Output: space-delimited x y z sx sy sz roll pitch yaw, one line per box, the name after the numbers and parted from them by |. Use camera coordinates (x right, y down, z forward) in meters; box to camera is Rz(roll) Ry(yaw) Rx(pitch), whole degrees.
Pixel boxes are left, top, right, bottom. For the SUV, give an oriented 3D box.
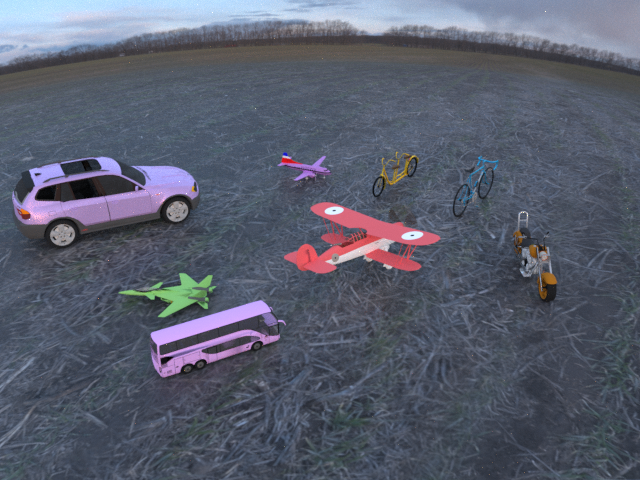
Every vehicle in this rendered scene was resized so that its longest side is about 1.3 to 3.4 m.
-3.578 -0.803 11.806 3.058 1.128 1.276 -14 31 -24 | SUV

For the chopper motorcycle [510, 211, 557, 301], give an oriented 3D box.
3.156 0.223 10.278 0.466 0.761 1.563 -2 28 -3 | chopper motorcycle

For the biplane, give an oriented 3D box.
0.492 0.071 10.330 2.120 0.981 2.598 -20 34 -33 | biplane

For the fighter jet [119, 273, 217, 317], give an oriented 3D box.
-2.196 0.700 9.889 1.358 0.286 1.147 2 28 4 | fighter jet

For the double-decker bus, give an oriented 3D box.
-1.254 1.200 8.685 1.672 0.541 0.389 -15 32 -26 | double-decker bus

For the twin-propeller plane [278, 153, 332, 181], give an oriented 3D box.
-0.273 -1.466 13.808 1.095 0.407 1.370 12 30 21 | twin-propeller plane

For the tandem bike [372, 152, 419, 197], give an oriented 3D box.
1.454 -1.337 13.277 0.283 0.682 1.642 19 34 32 | tandem bike

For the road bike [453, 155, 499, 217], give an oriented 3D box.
2.747 -0.974 12.418 0.358 0.852 1.545 20 34 33 | road bike
